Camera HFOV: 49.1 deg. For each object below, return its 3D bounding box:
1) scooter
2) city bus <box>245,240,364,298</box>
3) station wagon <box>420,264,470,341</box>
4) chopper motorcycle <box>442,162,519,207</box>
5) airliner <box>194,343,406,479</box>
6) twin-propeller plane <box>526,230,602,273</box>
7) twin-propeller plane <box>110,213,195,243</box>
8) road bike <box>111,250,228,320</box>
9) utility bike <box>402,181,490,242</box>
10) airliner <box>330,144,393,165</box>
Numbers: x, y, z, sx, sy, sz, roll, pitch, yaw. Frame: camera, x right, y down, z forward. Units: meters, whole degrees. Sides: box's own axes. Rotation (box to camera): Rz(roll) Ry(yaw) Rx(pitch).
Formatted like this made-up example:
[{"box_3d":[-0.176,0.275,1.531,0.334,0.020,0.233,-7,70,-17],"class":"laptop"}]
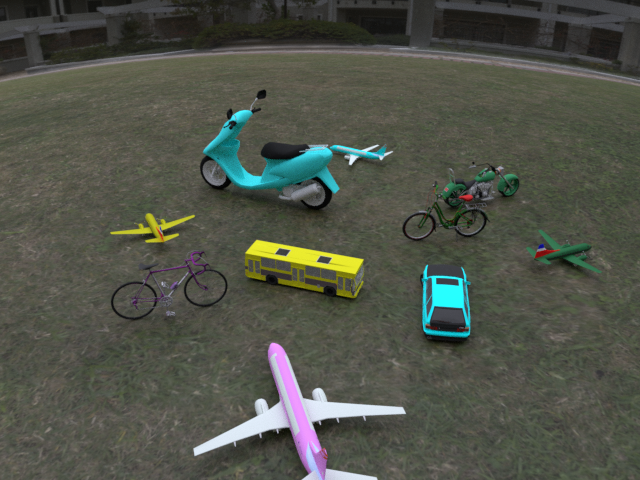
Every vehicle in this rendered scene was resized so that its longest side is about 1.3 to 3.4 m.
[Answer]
[{"box_3d":[-0.944,-1.513,12.039,2.721,1.786,1.288,13,32,21],"class":"scooter"},{"box_3d":[-0.228,0.426,10.011,1.674,0.460,0.476,10,32,17],"class":"city bus"},{"box_3d":[1.700,0.737,9.460,0.682,0.473,1.597,4,30,6],"class":"station wagon"},{"box_3d":[2.833,-1.010,12.193,1.563,0.761,0.466,-13,32,-21],"class":"chopper motorcycle"},{"box_3d":[-0.254,1.690,7.451,2.257,0.835,2.541,-8,31,-13],"class":"airliner"},{"box_3d":[3.674,0.148,10.543,1.095,0.407,1.370,-12,32,-20],"class":"twin-propeller plane"},{"box_3d":[-2.645,-0.236,11.208,1.370,0.407,1.095,-13,33,-22],"class":"twin-propeller plane"},{"box_3d":[-1.996,0.616,9.291,1.545,0.852,0.358,-9,31,-16],"class":"road bike"},{"box_3d":[2.013,-0.397,10.948,1.435,0.946,0.535,-4,30,-7],"class":"utility bike"},{"box_3d":[0.759,-1.816,13.918,1.307,0.429,1.161,17,34,27],"class":"airliner"}]
